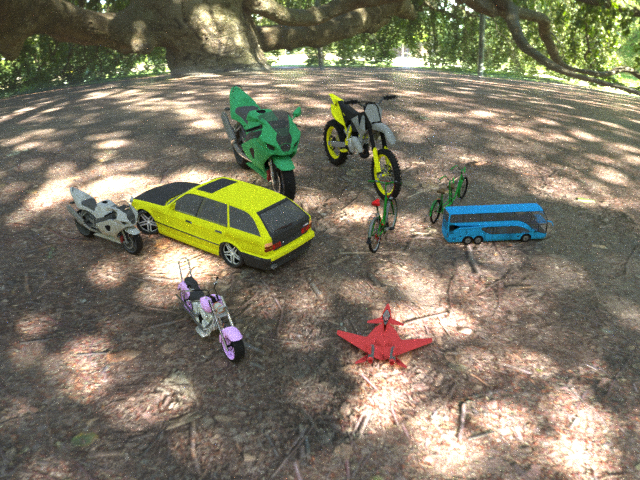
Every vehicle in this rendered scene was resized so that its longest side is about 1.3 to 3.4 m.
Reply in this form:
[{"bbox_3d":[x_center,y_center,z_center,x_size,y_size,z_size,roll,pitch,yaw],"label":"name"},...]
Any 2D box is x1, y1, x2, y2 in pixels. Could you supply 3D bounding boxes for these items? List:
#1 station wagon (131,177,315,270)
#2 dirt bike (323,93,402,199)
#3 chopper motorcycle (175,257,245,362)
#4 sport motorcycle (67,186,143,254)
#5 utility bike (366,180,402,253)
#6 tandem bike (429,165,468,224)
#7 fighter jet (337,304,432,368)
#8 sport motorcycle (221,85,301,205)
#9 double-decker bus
[{"bbox_3d":[-1.605,-0.443,10.800,3.105,0.920,1.327,18,32,32],"label":"station wagon"},{"bbox_3d":[0.743,-1.866,12.835,1.024,1.666,2.903,-12,29,-22],"label":"dirt bike"},{"bbox_3d":[-1.337,0.820,8.430,0.466,0.761,1.563,-16,31,-30],"label":"chopper motorcycle"},{"bbox_3d":[-3.252,-0.305,10.634,1.520,0.821,0.506,18,31,31],"label":"sport motorcycle"},{"bbox_3d":[0.920,-0.423,10.732,0.535,0.946,1.435,10,28,20],"label":"utility bike"},{"bbox_3d":[2.195,-0.810,11.812,0.283,0.682,1.642,15,30,28],"label":"tandem bike"},{"bbox_3d":[0.790,1.049,8.503,1.147,0.286,1.358,4,27,8],"label":"fighter jet"},{"bbox_3d":[-1.072,-1.781,12.741,0.983,1.596,2.955,-11,28,-21],"label":"sport motorcycle"},{"bbox_3d":[2.740,-0.260,10.860,1.672,0.541,0.389,-2,26,-5],"label":"double-decker bus"}]
